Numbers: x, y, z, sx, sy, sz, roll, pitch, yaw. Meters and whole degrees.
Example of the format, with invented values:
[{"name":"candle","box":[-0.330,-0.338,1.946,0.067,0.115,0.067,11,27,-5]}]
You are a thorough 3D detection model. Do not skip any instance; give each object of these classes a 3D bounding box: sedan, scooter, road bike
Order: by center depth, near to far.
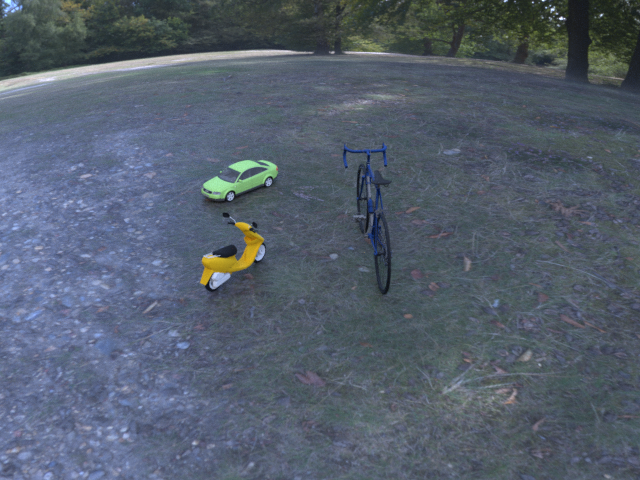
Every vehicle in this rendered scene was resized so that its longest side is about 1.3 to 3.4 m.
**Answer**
[{"name":"scooter","box":[-1.258,0.139,10.289,0.662,0.919,1.399,19,34,30]},{"name":"road bike","box":[0.795,-0.461,10.624,0.696,1.656,3.004,-3,29,-5]},{"name":"sedan","box":[-1.502,-1.171,13.165,0.635,0.483,1.613,25,37,38]}]
